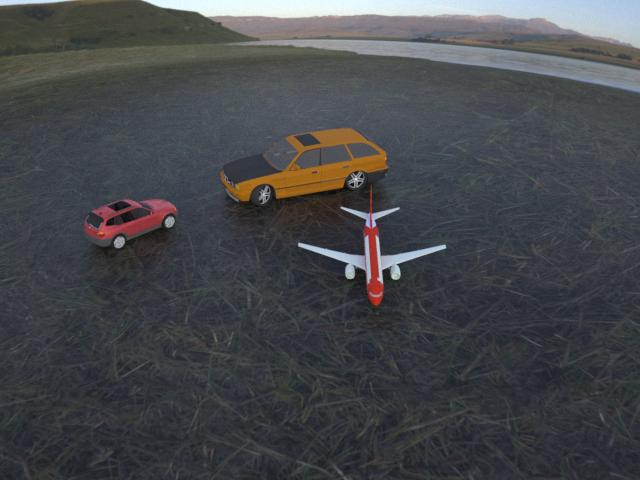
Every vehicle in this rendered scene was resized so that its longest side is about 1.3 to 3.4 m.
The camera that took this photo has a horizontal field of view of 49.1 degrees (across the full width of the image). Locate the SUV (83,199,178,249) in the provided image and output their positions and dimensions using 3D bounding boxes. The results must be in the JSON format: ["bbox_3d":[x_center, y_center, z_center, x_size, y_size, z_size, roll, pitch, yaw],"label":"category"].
[{"bbox_3d":[-3.076,-0.368,11.439,0.656,0.580,1.572,24,37,37],"label":"SUV"}]

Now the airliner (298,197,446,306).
[{"bbox_3d":[0.788,0.057,10.396,2.257,0.835,2.541,1,29,1],"label":"airliner"}]

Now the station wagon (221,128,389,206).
[{"bbox_3d":[-0.303,-1.438,13.042,3.105,0.920,1.327,-11,31,-20],"label":"station wagon"}]
